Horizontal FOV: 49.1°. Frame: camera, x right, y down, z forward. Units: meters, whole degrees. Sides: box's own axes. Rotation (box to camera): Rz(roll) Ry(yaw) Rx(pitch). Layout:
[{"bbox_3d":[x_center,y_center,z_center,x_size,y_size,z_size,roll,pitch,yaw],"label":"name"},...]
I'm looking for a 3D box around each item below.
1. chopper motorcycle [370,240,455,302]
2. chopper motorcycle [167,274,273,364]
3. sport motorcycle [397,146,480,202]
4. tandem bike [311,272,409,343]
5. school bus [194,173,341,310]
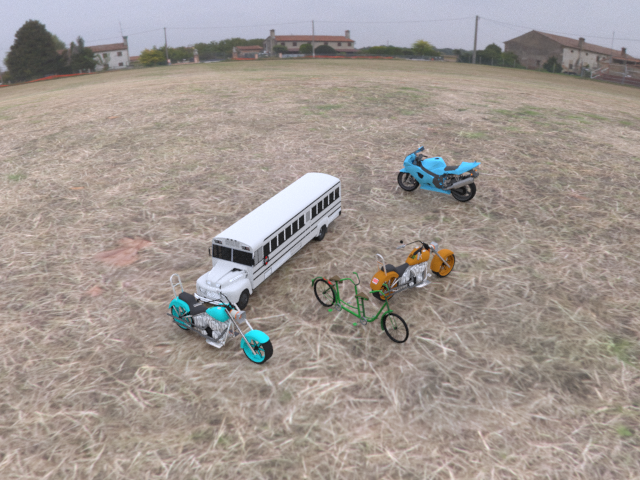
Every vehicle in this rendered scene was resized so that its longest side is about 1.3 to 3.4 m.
[{"bbox_3d":[1.308,0.333,9.604,1.563,0.761,0.466,-20,32,-34],"label":"chopper motorcycle"},{"bbox_3d":[-1.220,0.937,8.382,1.563,0.761,0.466,17,31,31],"label":"chopper motorcycle"},{"bbox_3d":[2.108,-1.166,12.573,1.520,0.821,0.506,13,29,25],"label":"sport motorcycle"},{"bbox_3d":[0.479,0.755,8.840,1.642,0.682,0.283,24,35,39],"label":"tandem bike"},{"bbox_3d":[-0.676,-0.070,10.327,0.709,0.844,3.322,12,29,24],"label":"school bus"}]
